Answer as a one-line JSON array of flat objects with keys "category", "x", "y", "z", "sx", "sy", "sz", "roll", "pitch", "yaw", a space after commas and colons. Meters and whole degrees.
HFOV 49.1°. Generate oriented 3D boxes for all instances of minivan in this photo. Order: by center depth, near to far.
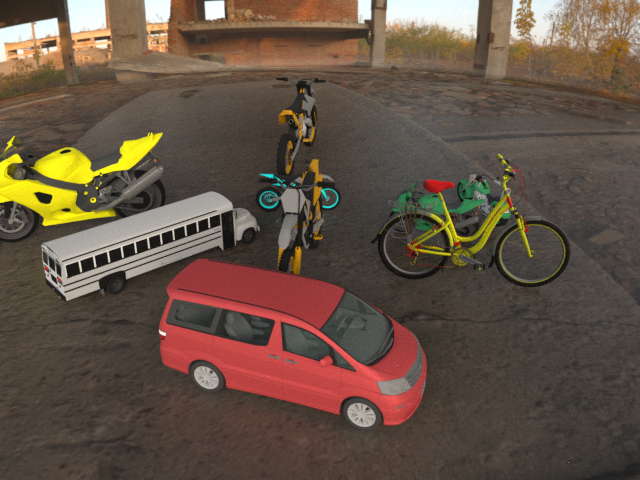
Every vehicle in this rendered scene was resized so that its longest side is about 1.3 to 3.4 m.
[{"category": "minivan", "x": -0.295, "y": 1.095, "z": 7.899, "sx": 3.011, "sy": 1.197, "sz": 1.324, "roll": 9, "pitch": 29, "yaw": 18}]

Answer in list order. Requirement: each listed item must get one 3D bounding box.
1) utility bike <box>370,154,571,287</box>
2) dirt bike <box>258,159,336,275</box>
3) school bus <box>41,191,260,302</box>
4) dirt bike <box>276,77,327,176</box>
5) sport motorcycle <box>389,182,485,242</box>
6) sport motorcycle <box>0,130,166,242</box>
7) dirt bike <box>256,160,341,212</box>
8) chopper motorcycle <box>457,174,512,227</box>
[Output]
[{"category": "utility bike", "x": 2.124, "y": -0.266, "z": 9.858, "sx": 2.791, "sy": 1.839, "sz": 1.039, "roll": 4, "pitch": 27, "yaw": 7}, {"category": "dirt bike", "x": -0.254, "y": -0.201, "z": 9.919, "sx": 1.024, "sy": 1.666, "sz": 2.903, "roll": 4, "pitch": 27, "yaw": 8}, {"category": "school bus", "x": -2.377, "y": -0.004, "z": 10.439, "sx": 3.322, "sy": 0.844, "sz": 0.709, "roll": -22, "pitch": 34, "yaw": -36}, {"category": "dirt bike", "x": -0.448, "y": -2.380, "z": 14.183, "sx": 1.024, "sy": 1.666, "sz": 2.903, "roll": 6, "pitch": 28, "yaw": 11}, {"category": "sport motorcycle", "x": 1.863, "y": -0.422, "z": 11.281, "sx": 1.520, "sy": 0.821, "sz": 0.506, "roll": 9, "pitch": 29, "yaw": 18}, {"category": "sport motorcycle", "x": -3.952, "y": -0.879, "z": 11.324, "sx": 2.955, "sy": 1.596, "sz": 0.983, "roll": -11, "pitch": 29, "yaw": -20}, {"category": "dirt bike", "x": -0.379, "y": -0.899, "z": 12.174, "sx": 1.493, "sy": 0.857, "sz": 0.527, "roll": -1, "pitch": 27, "yaw": -2}, {"category": "chopper motorcycle", "x": 2.816, "y": -0.798, "z": 12.082, "sx": 0.466, "sy": 0.761, "sz": 1.563, "roll": -9, "pitch": 28, "yaw": -16}]
